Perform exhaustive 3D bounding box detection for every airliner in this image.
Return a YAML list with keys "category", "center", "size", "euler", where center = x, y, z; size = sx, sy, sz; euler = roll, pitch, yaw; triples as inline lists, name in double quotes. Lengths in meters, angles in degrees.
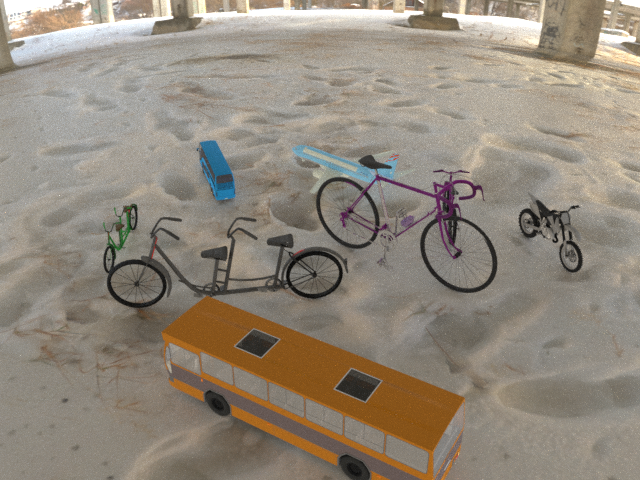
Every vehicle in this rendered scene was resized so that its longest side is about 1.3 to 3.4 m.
- category: "airliner"
  center: [0.409, -1.491, 12.513]
  size: [2.541, 0.835, 2.257]
  euler: [26, 40, 35]

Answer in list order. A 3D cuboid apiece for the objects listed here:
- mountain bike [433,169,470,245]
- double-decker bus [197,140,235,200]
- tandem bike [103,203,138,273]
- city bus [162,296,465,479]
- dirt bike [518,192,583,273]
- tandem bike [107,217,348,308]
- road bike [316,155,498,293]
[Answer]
- category: "mountain bike"
  center: [2.052, -0.578, 11.012]
  size: [0.573, 0.868, 1.469]
  euler: [2, 32, 3]
- category: "double-decker bus"
  center: [-1.854, -1.275, 12.444]
  size: [0.389, 0.541, 1.672]
  euler: [-10, 33, -16]
- category: "tandem bike"
  center: [-2.994, -0.162, 10.518]
  size: [0.283, 0.682, 1.642]
  euler: [2, 32, 3]
- category: "city bus"
  center: [-0.156, 1.636, 7.422]
  size: [3.255, 0.894, 0.926]
  euler: [18, 36, 26]
- category: "dirt bike"
  center: [3.434, -0.176, 10.375]
  size: [0.527, 0.857, 1.493]
  euler: [-11, 34, -17]
- category: "tandem bike"
  center: [-1.206, 0.296, 9.171]
  size: [3.192, 1.326, 0.550]
  euler: [-3, 32, -5]
- category: "road bike"
  center: [1.132, -0.307, 9.829]
  size: [3.004, 1.656, 0.697]
  euler: [22, 38, 31]
